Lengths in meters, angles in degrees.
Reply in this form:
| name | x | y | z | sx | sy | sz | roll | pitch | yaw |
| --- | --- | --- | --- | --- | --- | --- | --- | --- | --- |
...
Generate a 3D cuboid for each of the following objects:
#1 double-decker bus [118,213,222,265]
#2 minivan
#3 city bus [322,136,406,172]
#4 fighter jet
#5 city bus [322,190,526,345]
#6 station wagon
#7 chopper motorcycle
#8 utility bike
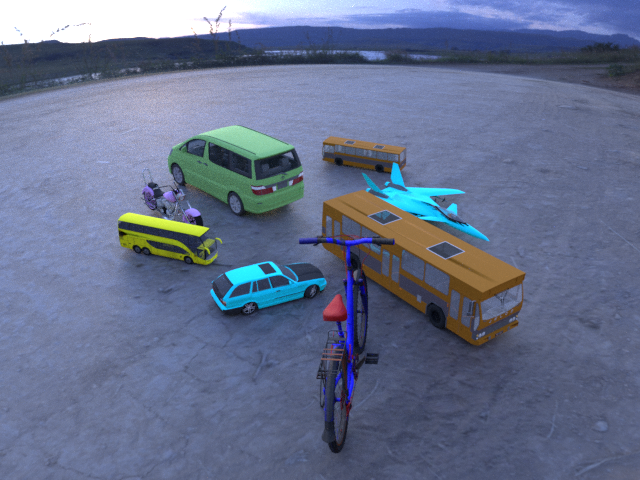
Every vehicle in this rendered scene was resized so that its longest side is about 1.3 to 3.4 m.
| name | x | y | z | sx | sy | sz | roll | pitch | yaw |
| --- | --- | --- | --- | --- | --- | --- | --- | --- | --- |
| double-decker bus | -2.336 | -0.013 | 10.800 | 1.672 | 0.541 | 0.389 | 11 | 29 | 19 |
| minivan | -1.630 | -1.423 | 12.789 | 1.324 | 1.197 | 3.011 | -23 | 35 | -37 |
| city bus | 0.882 | -1.708 | 14.130 | 1.674 | 0.460 | 0.476 | 12 | 30 | 22 |
| fighter jet | 1.849 | -0.610 | 11.926 | 2.229 | 0.557 | 2.640 | -21 | 34 | -34 |
| city bus | 1.295 | 0.304 | 9.813 | 0.926 | 0.894 | 3.255 | -19 | 33 | -31 |
| station wagon | -0.694 | 0.588 | 9.724 | 1.597 | 0.473 | 0.682 | -13 | 30 | -23 |
| chopper motorcycle | -2.517 | -0.669 | 11.817 | 1.563 | 0.761 | 0.466 | 24 | 36 | 38 |
| utility bike | 0.220 | 0.916 | 7.623 | 1.039 | 1.839 | 2.791 | 5 | 28 | 9 |
